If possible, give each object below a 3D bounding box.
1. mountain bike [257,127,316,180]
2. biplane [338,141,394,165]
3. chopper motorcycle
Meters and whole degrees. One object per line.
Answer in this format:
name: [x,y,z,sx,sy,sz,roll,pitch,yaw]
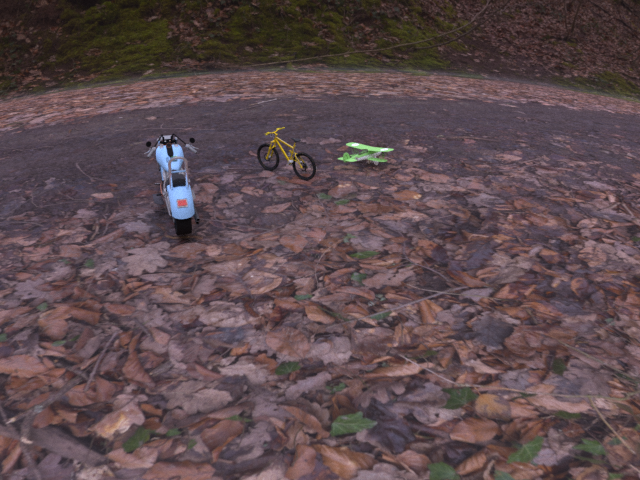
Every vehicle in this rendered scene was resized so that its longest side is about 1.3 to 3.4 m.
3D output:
mountain bike: [-0.674,-1.689,13.788,1.469,0.868,0.573,18,32,32]
biplane: [0.877,-1.728,14.271,1.090,0.504,1.336,-20,33,-34]
chopper motorcycle: [-2.552,-1.190,12.115,0.906,1.480,3.040,-8,28,-15]
